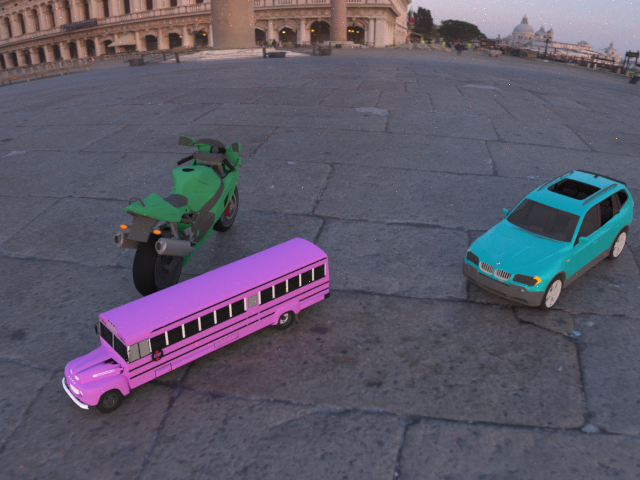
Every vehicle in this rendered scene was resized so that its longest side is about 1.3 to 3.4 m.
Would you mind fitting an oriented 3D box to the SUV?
[{"bbox_3d":[3.261,-0.122,9.746,3.058,1.128,1.276,-25,37,-38],"label":"SUV"}]

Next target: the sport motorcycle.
[{"bbox_3d":[-1.818,-0.410,9.788,0.983,1.596,2.955,8,29,15],"label":"sport motorcycle"}]

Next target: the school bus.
[{"bbox_3d":[-1.340,0.895,8.122,3.322,0.844,0.709,-22,35,-35],"label":"school bus"}]
